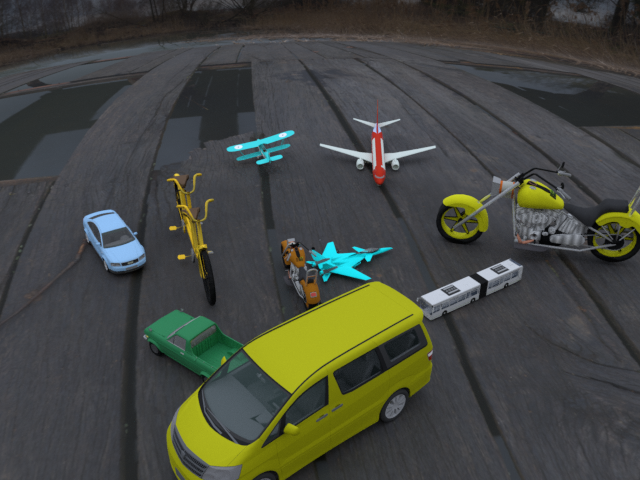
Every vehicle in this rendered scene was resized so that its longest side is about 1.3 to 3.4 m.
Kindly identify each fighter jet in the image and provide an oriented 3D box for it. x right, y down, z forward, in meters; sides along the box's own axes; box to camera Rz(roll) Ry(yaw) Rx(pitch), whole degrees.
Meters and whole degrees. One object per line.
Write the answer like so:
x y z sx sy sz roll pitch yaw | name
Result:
0.522 0.216 10.493 1.358 0.286 1.147 -15 35 -24 | fighter jet

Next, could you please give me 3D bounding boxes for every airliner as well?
1.114 -1.852 13.350 2.257 0.835 2.541 1 31 2 | airliner

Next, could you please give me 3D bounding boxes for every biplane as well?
-1.093 -1.703 13.422 1.336 0.504 1.090 -9 33 -15 | biplane

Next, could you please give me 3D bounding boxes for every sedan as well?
-3.163 -0.035 10.715 0.635 0.483 1.613 -18 36 -27 | sedan

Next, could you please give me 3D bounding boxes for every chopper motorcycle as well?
-0.301 0.350 9.818 0.466 0.761 1.563 -9 33 -14 | chopper motorcycle
3.301 -0.461 10.457 3.040 1.480 0.906 9 32 14 | chopper motorcycle

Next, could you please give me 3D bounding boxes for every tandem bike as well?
-1.907 -0.313 10.362 0.550 1.326 3.192 -10 33 -16 | tandem bike

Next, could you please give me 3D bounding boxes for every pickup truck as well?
-1.437 1.285 8.529 1.603 0.511 0.640 22 38 32 | pickup truck

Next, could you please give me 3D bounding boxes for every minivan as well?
-0.173 1.552 7.436 3.011 1.197 1.324 -23 38 -32 | minivan

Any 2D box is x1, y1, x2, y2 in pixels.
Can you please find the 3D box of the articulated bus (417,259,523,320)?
2.116 0.672 9.745 1.749 0.289 0.311 -19 36 -28 | articulated bus
